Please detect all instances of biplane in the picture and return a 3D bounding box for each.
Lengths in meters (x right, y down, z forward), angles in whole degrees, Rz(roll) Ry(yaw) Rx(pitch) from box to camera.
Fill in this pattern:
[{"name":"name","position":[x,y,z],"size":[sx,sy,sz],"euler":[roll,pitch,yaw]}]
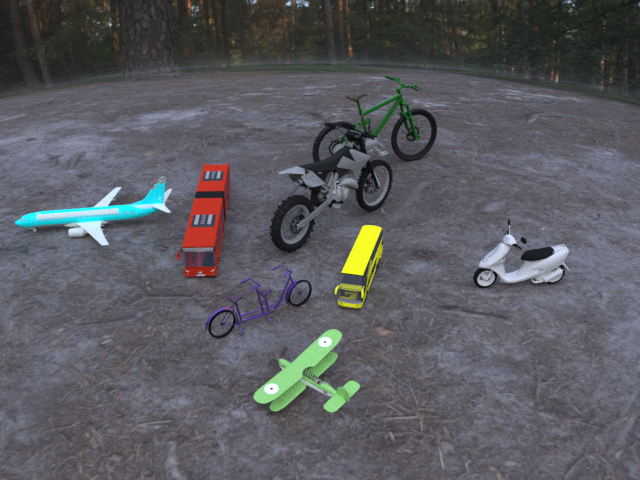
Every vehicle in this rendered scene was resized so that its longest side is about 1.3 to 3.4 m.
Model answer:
[{"name":"biplane","position":[-0.105,1.563,7.763],"size":[1.090,0.504,1.336],"euler":[22,35,36]}]

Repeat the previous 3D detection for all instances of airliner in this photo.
[{"name":"airliner","position":[-3.732,-0.579,11.518],"size":[2.541,0.835,2.257],"euler":[-4,28,-8]}]

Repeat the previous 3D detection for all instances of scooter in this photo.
[{"name":"scooter","position":[2.867,0.243,9.849],"size":[1.399,0.919,0.662],"euler":[-3,28,-6]}]

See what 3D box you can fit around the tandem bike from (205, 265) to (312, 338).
[{"name":"tandem bike","position":[-0.770,0.771,9.092],"size":[1.642,0.682,0.283],"euler":[-19,33,-32]}]

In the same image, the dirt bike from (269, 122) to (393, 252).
[{"name":"dirt bike","position":[0.257,-0.935,11.302],"size":[1.024,1.666,2.903],"euler":[23,35,37]}]

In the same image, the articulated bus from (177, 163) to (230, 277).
[{"name":"articulated bus","position":[-1.828,-0.438,11.544],"size":[0.605,0.561,3.401],"euler":[-1,28,-3]}]

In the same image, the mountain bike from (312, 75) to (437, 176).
[{"name":"mountain bike","position":[1.135,-2.207,13.721],"size":[2.857,1.688,1.114],"euler":[-14,30,-24]}]

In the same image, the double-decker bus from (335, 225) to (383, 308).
[{"name":"double-decker bus","position":[0.593,0.375,10.005],"size":[0.389,0.541,1.672],"euler":[7,28,13]}]
